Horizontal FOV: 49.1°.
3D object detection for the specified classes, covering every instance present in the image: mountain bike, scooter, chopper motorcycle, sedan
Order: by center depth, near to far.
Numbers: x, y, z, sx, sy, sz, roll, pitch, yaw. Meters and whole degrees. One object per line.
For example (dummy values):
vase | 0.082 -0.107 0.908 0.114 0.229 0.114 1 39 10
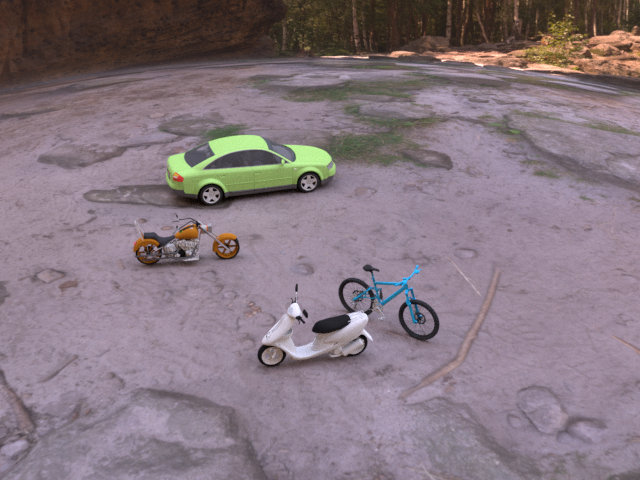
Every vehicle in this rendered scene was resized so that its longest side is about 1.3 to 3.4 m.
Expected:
scooter | -0.055 1.048 8.263 1.399 0.919 0.662 -6 28 -10
mountain bike | 0.856 0.740 8.898 1.469 0.868 0.573 18 33 30
chopper motorcycle | -1.992 -0.012 10.427 1.563 0.761 0.466 -5 28 -10
sedan | -1.244 -1.400 12.851 3.137 0.940 1.235 -9 29 -16
